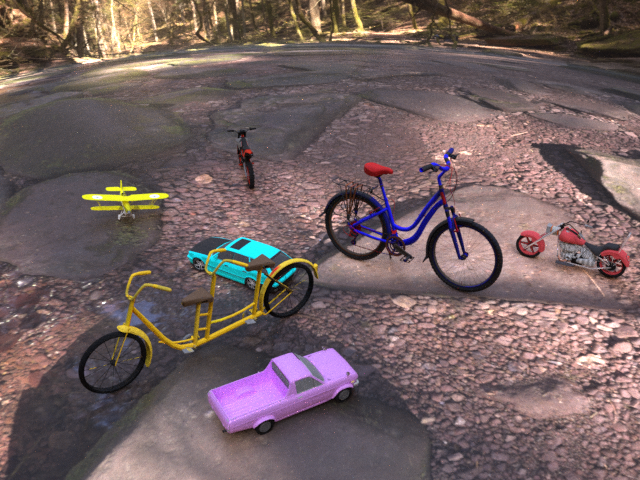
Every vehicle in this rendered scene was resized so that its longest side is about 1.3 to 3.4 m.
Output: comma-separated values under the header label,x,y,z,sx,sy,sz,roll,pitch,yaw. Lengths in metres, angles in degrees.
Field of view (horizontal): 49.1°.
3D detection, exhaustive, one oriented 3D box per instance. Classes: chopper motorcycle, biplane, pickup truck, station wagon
label,x,y,z,sx,sy,sz,roll,pitch,yaw
chopper motorcycle,3.593,0.053,9.942,1.563,0.761,0.466,17,34,27
biplane,-3.170,-0.652,11.448,1.336,0.504,1.090,-11,31,-18
pickup truck,-0.378,1.568,7.518,1.603,0.511,0.640,-16,33,-26
station wagon,-1.137,0.248,9.888,1.597,0.473,0.682,17,34,27

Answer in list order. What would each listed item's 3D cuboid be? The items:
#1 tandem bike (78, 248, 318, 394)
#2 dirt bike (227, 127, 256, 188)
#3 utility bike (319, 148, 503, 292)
label,x,y,z,sx,sy,sz,roll,pitch,yaw
tandem bike,-1.292,0.745,8.144,3.192,1.326,0.550,-21,35,-32
dirt bike,-1.369,-1.556,12.688,0.527,0.857,1.493,-7,30,-13
utility bike,1.236,-0.392,9.633,2.791,1.839,1.039,17,33,27
